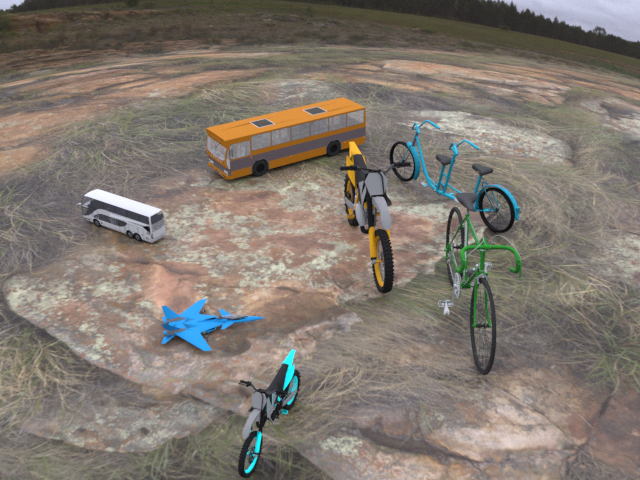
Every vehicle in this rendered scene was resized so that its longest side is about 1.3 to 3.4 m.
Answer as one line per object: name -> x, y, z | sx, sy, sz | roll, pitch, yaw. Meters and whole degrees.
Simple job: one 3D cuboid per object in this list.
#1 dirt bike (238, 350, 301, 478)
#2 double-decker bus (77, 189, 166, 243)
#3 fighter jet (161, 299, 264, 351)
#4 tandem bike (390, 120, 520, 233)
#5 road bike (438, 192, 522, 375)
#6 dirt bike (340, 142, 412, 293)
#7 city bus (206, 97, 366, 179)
dirt bike -> -0.514, 1.767, 7.405 | 0.527, 0.857, 1.493 | 11, 32, 18
double-decker bus -> -3.262, -0.412, 11.492 | 1.672, 0.541, 0.389 | 17, 34, 27
fighter jet -> -1.410, 1.035, 9.244 | 1.358, 0.286, 1.147 | -5, 30, -9
tandem bike -> 2.228, -1.195, 12.064 | 0.550, 1.326, 3.192 | -19, 35, -29
road bike -> 1.933, 0.351, 9.058 | 0.696, 1.656, 3.004 | 0, 30, -1
dirt bike -> 0.730, -0.511, 10.539 | 1.024, 1.666, 2.903 | -5, 30, -8
city bus -> -0.616, -2.022, 13.926 | 3.255, 0.894, 0.926 | -19, 35, -29
